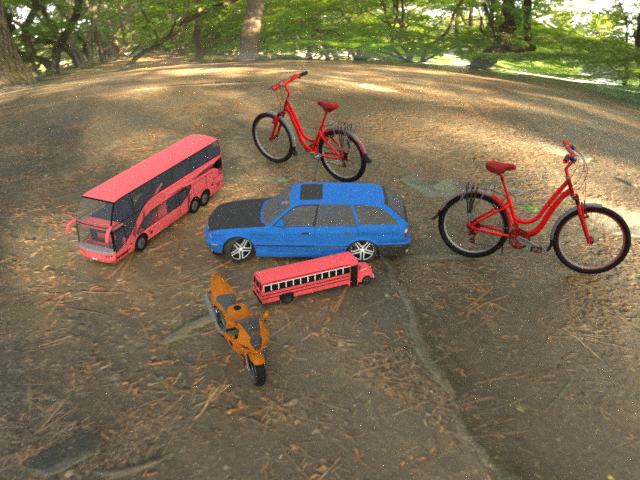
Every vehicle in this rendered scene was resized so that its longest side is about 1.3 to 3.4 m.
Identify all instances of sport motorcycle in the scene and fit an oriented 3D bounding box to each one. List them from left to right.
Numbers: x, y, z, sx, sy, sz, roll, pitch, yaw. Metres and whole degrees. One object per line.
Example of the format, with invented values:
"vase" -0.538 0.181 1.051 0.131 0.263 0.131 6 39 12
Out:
"sport motorcycle" -0.964 1.031 8.203 0.506 0.821 1.520 -13 31 -23

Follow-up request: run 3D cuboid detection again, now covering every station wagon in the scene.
"station wagon" -0.195 -0.330 10.670 3.105 0.920 1.327 0 28 0

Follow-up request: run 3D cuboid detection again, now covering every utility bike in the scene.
"utility bike" -0.278 -2.062 12.960 2.791 1.839 1.039 19 33 31
"utility bike" 3.031 -0.514 10.034 2.791 1.839 1.039 8 29 16

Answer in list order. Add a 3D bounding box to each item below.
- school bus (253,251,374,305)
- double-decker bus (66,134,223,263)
"school bus" -0.062 0.503 9.614 1.708 0.434 0.365 -12 30 -21
"double-decker bus" -2.662 -0.717 11.259 0.756 1.052 3.251 12 30 21
